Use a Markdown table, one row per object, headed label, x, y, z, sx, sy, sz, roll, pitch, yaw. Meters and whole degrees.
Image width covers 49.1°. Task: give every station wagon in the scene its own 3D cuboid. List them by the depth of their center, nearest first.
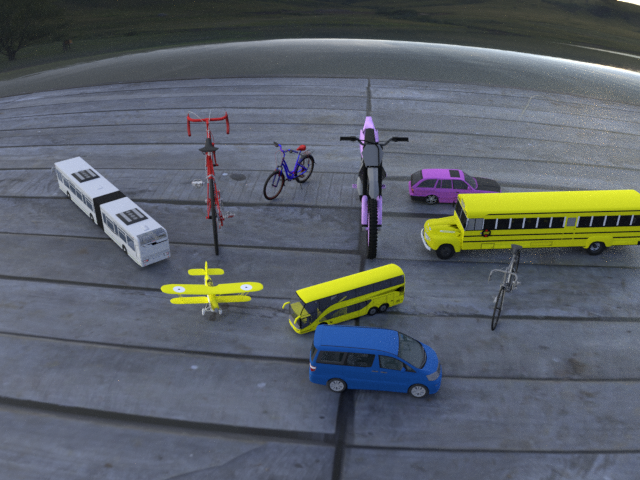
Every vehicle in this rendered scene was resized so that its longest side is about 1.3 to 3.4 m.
| label | x | y | z | sx | sy | sz | roll | pitch | yaw |
| --- | --- | --- | --- | --- | --- | --- | --- | --- | --- |
| station wagon | 2.356 | -0.947 | 12.187 | 1.597 | 0.473 | 0.682 | 2 | 31 | 3 |

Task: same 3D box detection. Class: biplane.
| label | x | y | z | sx | sy | sz | roll | pitch | yaw |
| --- | --- | --- | --- | --- | --- | --- | --- | --- | --- |
| biplane | -1.458 | 0.673 | 9.470 | 1.336 | 0.504 | 1.090 | -8 | 32 | -14 |

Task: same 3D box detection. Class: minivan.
| label | x | y | z | sx | sy | sz | roll | pitch | yaw |
| --- | --- | --- | --- | --- | --- | --- | --- | --- | --- |
| minivan | 0.654 | 1.387 | 8.178 | 1.548 | 0.616 | 0.681 | 3 | 31 | 5 |

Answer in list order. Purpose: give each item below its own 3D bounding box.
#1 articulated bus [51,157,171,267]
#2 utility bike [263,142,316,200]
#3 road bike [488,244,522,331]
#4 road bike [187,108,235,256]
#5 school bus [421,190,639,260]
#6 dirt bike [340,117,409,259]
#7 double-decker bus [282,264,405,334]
| label | x | y | z | sx | sy | sz | roll | pitch | yaw |
| --- | --- | --- | --- | --- | --- | --- | --- | --- | --- |
| articulated bus | -3.465 | -0.542 | 11.430 | 0.605 | 0.561 | 3.401 | -22 | 37 | -32 |
| utility bike | -0.479 | -1.277 | 12.277 | 0.535 | 0.946 | 1.435 | 22 | 37 | 32 |
| road bike | 2.501 | 0.553 | 9.333 | 0.358 | 0.852 | 1.545 | 14 | 34 | 22 |
| road bike | -1.728 | -1.026 | 11.174 | 0.696 | 1.656 | 3.004 | -5 | 31 | -7 |
| school bus | 3.235 | -0.264 | 10.695 | 3.322 | 0.844 | 0.709 | -2 | 31 | -3 |
| dirt bike | 0.813 | -0.993 | 11.108 | 1.024 | 1.666 | 2.903 | 1 | 31 | 1 |
| double-decker bus | 0.345 | 0.782 | 9.254 | 1.672 | 0.541 | 0.389 | -14 | 34 | -22 |
